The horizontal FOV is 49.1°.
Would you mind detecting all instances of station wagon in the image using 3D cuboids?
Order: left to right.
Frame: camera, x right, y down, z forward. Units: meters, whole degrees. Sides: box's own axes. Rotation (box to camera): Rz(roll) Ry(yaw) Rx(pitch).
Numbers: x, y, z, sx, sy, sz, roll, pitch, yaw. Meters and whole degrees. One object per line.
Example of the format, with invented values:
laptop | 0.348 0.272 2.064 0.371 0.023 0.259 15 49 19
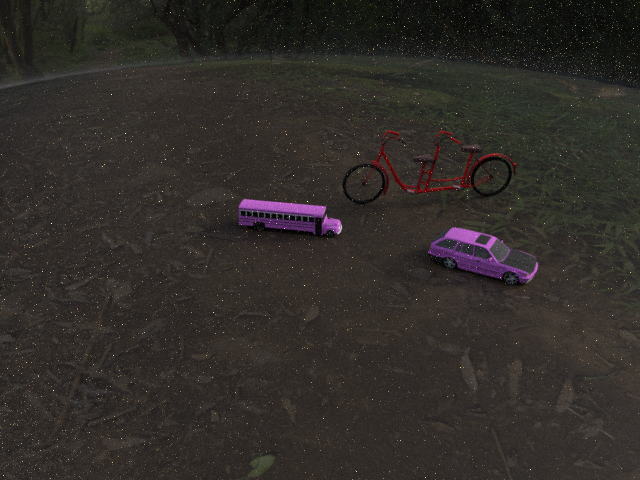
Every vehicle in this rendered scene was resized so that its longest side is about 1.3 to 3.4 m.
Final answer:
station wagon | 2.464 0.202 10.527 1.597 0.473 0.682 15 32 26

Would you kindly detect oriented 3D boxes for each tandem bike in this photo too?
tandem bike | 1.975 -1.305 12.383 3.192 1.326 0.550 -4 29 -7

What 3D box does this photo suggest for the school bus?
school bus | -0.489 -0.366 11.601 1.708 0.434 0.365 6 29 10
